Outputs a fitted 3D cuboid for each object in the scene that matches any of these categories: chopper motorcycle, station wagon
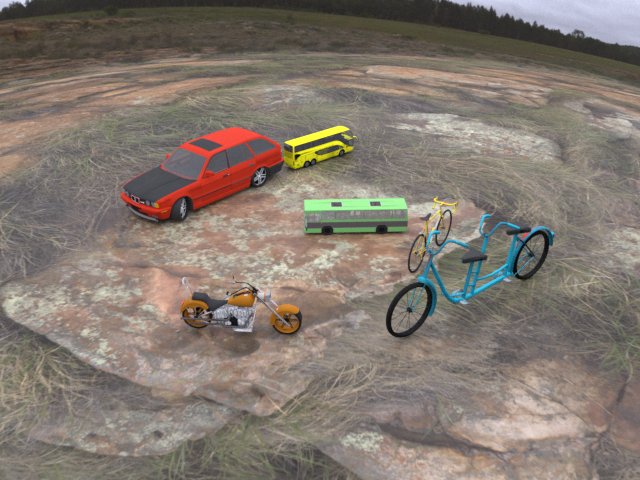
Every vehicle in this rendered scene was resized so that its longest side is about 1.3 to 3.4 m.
[{"bbox_3d":[-1.011,0.835,8.891,1.563,0.761,0.466,2,29,4],"label":"chopper motorcycle"},{"bbox_3d":[-2.070,-1.275,12.561,1.327,0.920,3.105,23,36,35],"label":"station wagon"}]

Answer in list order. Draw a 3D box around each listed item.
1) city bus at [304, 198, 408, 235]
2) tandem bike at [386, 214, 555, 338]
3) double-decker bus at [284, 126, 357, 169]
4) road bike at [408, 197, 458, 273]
[{"bbox_3d":[0.572,-0.379,11.410,1.674,0.460,0.476,-1,29,-2],"label":"city bus"},{"bbox_3d":[2.100,0.302,9.274,3.192,1.326,0.550,-20,34,-31],"label":"tandem bike"},{"bbox_3d":[0.008,-1.873,14.042,1.672,0.541,0.389,-22,36,-35],"label":"double-decker bus"},{"bbox_3d":[1.677,-0.107,10.510,0.358,0.852,1.545,17,33,28],"label":"road bike"}]
